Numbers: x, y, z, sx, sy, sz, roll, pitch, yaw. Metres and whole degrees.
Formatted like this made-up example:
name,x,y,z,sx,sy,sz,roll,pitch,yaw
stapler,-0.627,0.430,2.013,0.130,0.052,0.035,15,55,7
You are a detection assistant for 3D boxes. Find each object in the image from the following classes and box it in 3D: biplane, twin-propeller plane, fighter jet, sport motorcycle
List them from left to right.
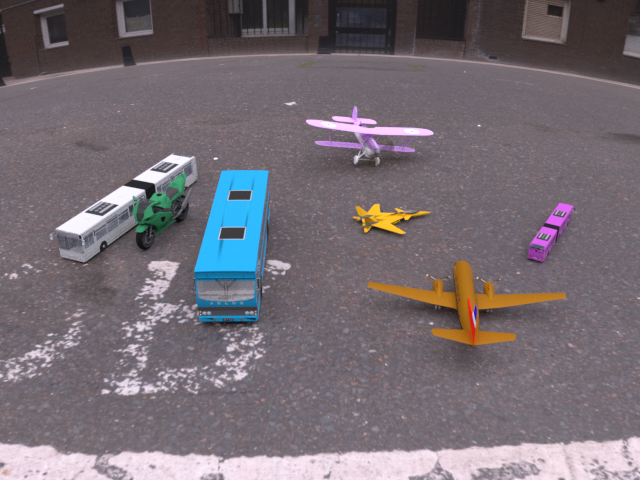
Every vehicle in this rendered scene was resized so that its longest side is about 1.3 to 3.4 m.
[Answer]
name,x,y,z,sx,sy,sz,roll,pitch,yaw
sport motorcycle,-2.580,-0.479,11.460,0.506,0.821,1.520,10,31,18
biplane,0.943,-2.133,14.243,2.598,0.981,2.120,-6,30,-10
fighter jet,1.288,-0.450,11.954,1.358,0.286,1.147,-9,31,-16
twin-propeller plane,1.966,0.720,9.353,2.663,0.792,2.129,3,29,5

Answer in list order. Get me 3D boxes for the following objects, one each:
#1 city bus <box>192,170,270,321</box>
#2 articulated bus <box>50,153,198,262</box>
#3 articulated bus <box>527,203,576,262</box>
name,x,y,z,sx,sy,sz,roll,pitch,yaw
city bus,-1.234,0.001,10.529,0.926,0.894,3.255,0,29,-1
articulated bus,-3.203,-0.649,12.027,0.605,0.561,3.401,11,31,19
articulated bus,3.777,-0.147,11.412,0.311,0.289,1.749,17,33,27
